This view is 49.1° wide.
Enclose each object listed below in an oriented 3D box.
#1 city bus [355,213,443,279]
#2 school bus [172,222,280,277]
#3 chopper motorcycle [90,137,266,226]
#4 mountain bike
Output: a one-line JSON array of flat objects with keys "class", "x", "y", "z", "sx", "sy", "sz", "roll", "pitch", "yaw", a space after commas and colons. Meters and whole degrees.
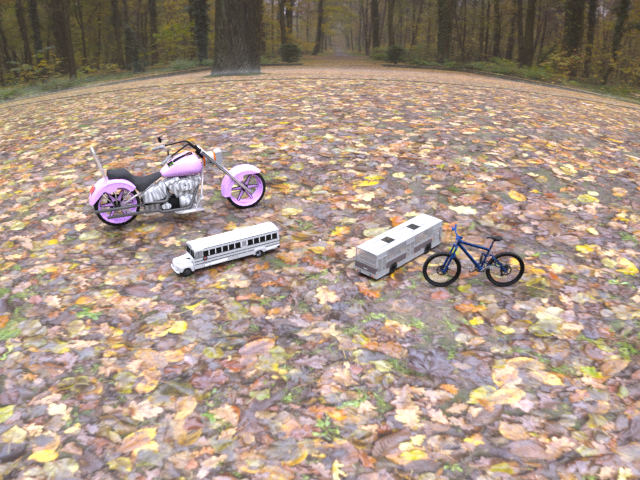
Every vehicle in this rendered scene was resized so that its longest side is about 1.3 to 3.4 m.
[{"class": "city bus", "x": 1.242, "y": 0.097, "z": 10.835, "sx": 0.476, "sy": 0.460, "sz": 1.674, "roll": 23, "pitch": 35, "yaw": 38}, {"class": "school bus", "x": -1.452, "y": 0.129, "z": 10.800, "sx": 1.708, "sy": 0.434, "sz": 0.365, "roll": -15, "pitch": 30, "yaw": -27}, {"class": "chopper motorcycle", "x": -2.414, "y": -1.071, "z": 12.020, "sx": 3.040, "sy": 1.480, "sz": 0.906, "roll": -11, "pitch": 29, "yaw": -21}, {"class": "mountain bike", "x": 2.209, "y": 0.284, "z": 10.012, "sx": 1.469, "sy": 0.868, "sz": 0.573, "roll": 0, "pitch": 27, "yaw": 0}]
